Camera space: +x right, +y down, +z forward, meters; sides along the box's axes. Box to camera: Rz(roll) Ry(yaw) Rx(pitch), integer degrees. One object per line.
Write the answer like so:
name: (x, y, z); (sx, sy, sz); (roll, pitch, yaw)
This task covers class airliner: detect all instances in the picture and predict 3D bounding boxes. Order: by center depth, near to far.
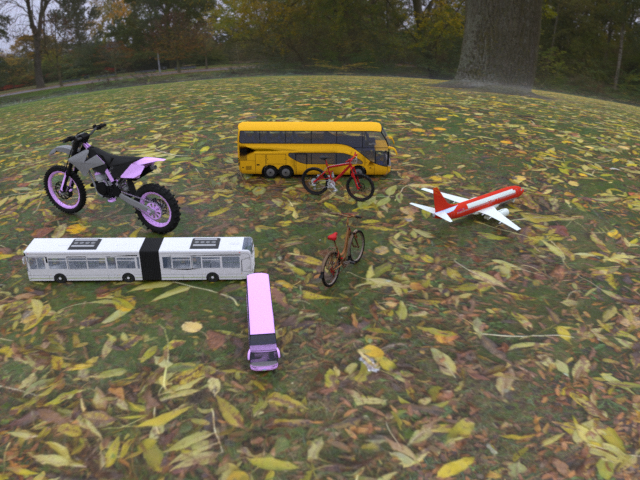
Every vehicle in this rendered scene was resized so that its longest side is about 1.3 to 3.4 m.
airliner: (2.856, -0.816, 12.515); (2.541, 0.835, 2.257); (-19, 32, -33)

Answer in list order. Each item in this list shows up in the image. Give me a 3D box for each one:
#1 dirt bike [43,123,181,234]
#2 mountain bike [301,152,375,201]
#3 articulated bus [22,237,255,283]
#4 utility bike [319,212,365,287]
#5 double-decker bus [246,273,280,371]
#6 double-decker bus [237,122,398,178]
dirt bike: (-3.682, -1.047, 12.047); (2.903, 1.666, 1.024); (11, 29, 21)
mountain bike: (0.331, -1.200, 13.248); (1.469, 0.868, 0.573); (10, 28, 19)
articulated bus: (-2.713, 0.287, 10.610); (3.401, 0.561, 0.605); (0, 26, -1)
utility bike: (0.305, 0.086, 10.583); (0.535, 0.946, 1.435); (14, 30, 26)
double-decker bus: (-0.768, 1.052, 9.097); (0.389, 0.541, 1.672); (-3, 27, -6)
double-decker bus: (-0.065, -1.866, 14.379); (3.251, 1.052, 0.756); (0, 26, 0)
